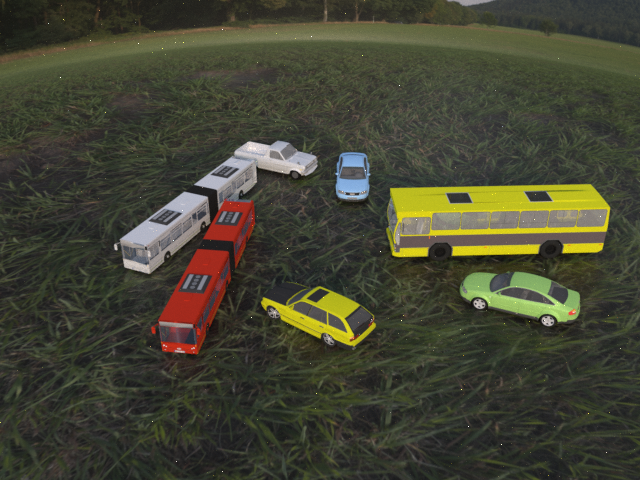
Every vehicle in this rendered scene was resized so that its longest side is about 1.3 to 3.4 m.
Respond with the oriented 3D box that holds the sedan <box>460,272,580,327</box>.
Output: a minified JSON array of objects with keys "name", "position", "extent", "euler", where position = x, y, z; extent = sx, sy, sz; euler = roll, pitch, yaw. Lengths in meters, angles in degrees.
[{"name":"sedan","position":[2.744,0.727,9.634],"extent":[1.613,0.483,0.635],"euler":[13,33,21]}]

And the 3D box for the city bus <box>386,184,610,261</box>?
[{"name":"city bus","position":[2.711,-0.271,10.908],"extent":[3.255,0.894,0.926],"euler":[-1,31,-2]}]

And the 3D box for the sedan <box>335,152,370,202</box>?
[{"name":"sedan","position":[0.606,-1.221,12.904],"extent":[0.635,0.483,1.613],"euler":[2,31,3]}]

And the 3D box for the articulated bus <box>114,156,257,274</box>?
[{"name":"articulated bus","position":[-2.074,-0.515,11.643],"extent":[0.605,0.561,3.401],"euler":[13,33,20]}]

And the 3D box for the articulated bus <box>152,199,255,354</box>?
[{"name":"articulated bus","position":[-1.548,0.388,10.126],"extent":[0.605,0.561,3.401],"euler":[4,31,7]}]

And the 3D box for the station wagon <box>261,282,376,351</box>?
[{"name":"station wagon","position":[-0.052,0.913,9.331],"extent":[1.597,0.473,0.682],"euler":[21,37,31]}]

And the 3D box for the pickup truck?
[{"name":"pickup truck","position":[-0.855,-1.618,13.543],"extent":[1.603,0.511,0.640],"euler":[14,34,22]}]
